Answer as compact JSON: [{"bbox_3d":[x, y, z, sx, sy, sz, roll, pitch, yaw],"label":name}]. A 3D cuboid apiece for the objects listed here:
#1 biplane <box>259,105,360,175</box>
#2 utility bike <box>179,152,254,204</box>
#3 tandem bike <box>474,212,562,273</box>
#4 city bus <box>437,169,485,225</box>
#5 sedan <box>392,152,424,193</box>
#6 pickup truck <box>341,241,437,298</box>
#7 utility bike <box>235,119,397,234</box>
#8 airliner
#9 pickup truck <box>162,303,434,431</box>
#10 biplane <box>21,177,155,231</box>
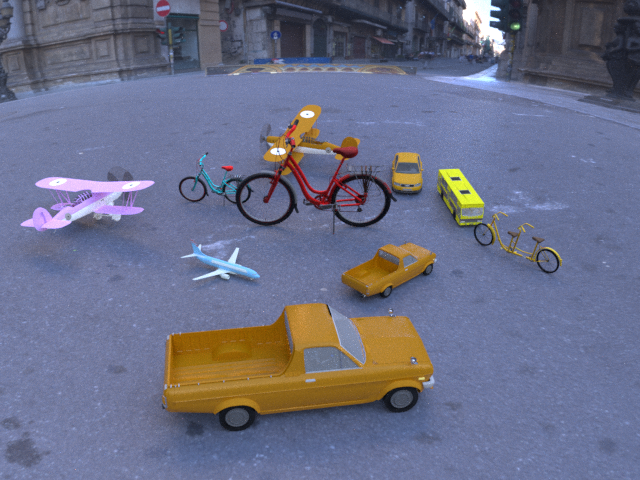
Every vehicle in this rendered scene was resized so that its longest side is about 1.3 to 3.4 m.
[{"bbox_3d":[-0.242,-1.962,14.624,2.120,0.981,2.598,9,29,17],"label":"biplane"},{"bbox_3d":[-1.949,-1.084,12.955,1.435,0.946,0.535,3,27,6],"label":"utility bike"},{"bbox_3d":[3.127,0.000,11.137,0.283,0.682,1.642,-22,35,-36],"label":"tandem bike"},{"bbox_3d":[2.569,-0.795,12.925,0.476,0.460,1.674,-2,27,-5],"label":"city bus"},{"bbox_3d":[1.759,-1.416,14.105,0.635,0.483,1.613,3,27,5],"label":"sedan"},{"bbox_3d":[1.061,0.397,10.554,1.603,0.511,0.640,-23,35,-37],"label":"pickup truck"},{"bbox_3d":[-0.070,-0.991,11.798,2.791,1.839,1.039,1,27,1],"label":"utility bike"},{"bbox_3d":[-1.484,0.309,10.812,1.307,0.429,1.161,14,30,25],"label":"airliner"},{"bbox_3d":[-0.262,1.365,8.146,3.117,0.993,1.244,-4,28,-8],"label":"pickup truck"},{"bbox_3d":[-4.075,-0.601,11.978,2.598,0.981,2.120,13,30,24],"label":"biplane"}]
